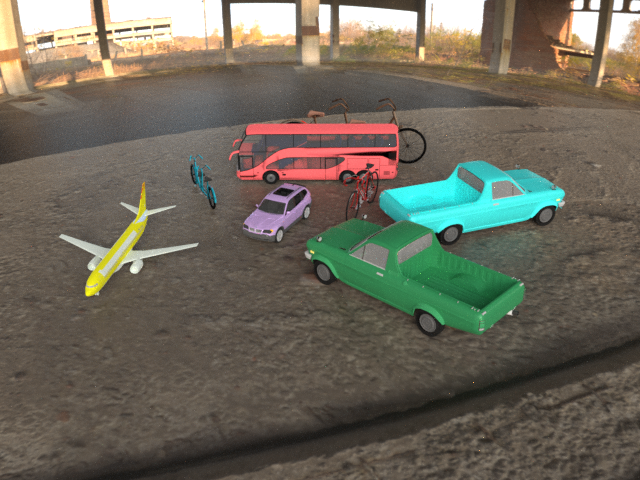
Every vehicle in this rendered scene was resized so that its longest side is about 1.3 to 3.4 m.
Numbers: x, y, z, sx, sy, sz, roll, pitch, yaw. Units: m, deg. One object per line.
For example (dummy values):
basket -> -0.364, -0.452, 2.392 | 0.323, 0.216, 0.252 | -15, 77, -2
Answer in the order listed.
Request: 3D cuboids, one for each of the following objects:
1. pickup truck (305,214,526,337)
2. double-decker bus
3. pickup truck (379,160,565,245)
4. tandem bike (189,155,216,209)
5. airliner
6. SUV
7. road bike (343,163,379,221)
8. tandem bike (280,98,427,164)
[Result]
pickup truck -> 1.233, 0.369, 9.777 | 3.117, 0.993, 1.244 | 24, 36, 37
double-decker bus -> -0.102, -1.693, 13.592 | 3.251, 1.052, 0.756 | 0, 28, 0
pickup truck -> 2.595, -0.734, 11.851 | 3.117, 0.993, 1.244 | -11, 30, -19
tandem bike -> -2.174, -1.118, 12.905 | 0.283, 0.682, 1.642 | -12, 30, -21
airliner -> -3.059, -0.031, 10.699 | 2.257, 0.835, 2.541 | 4, 28, 7
SUV -> -0.702, -0.494, 11.839 | 0.656, 0.580, 1.572 | 13, 31, 23
road bike -> 0.754, -0.863, 12.244 | 0.358, 0.852, 1.545 | 12, 30, 21
tandem bike -> 0.601, -2.264, 14.373 | 3.192, 1.326, 0.550 | 5, 28, 9
